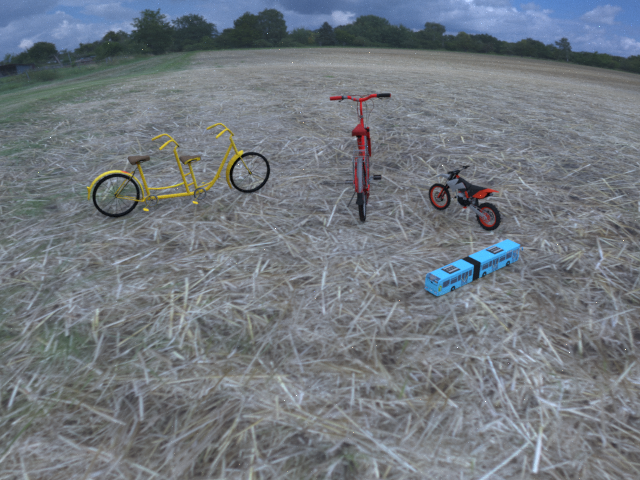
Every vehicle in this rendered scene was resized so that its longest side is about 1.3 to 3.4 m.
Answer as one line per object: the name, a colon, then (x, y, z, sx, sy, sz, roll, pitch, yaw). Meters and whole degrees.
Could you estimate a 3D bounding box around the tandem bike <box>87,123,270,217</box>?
tandem bike: (-2.340, -1.203, 11.885, 3.192, 1.326, 0.550, -12, 29, -23)

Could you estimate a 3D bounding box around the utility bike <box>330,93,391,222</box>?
utility bike: (0.648, -1.522, 11.947, 1.039, 1.839, 2.791, 2, 27, 5)

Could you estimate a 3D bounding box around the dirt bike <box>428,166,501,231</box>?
dirt bike: (2.357, -0.724, 11.460, 0.527, 0.857, 1.493, -21, 34, -35)

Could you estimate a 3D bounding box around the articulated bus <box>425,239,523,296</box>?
articulated bus: (2.192, 0.378, 9.918, 1.749, 0.289, 0.311, -19, 33, -33)
